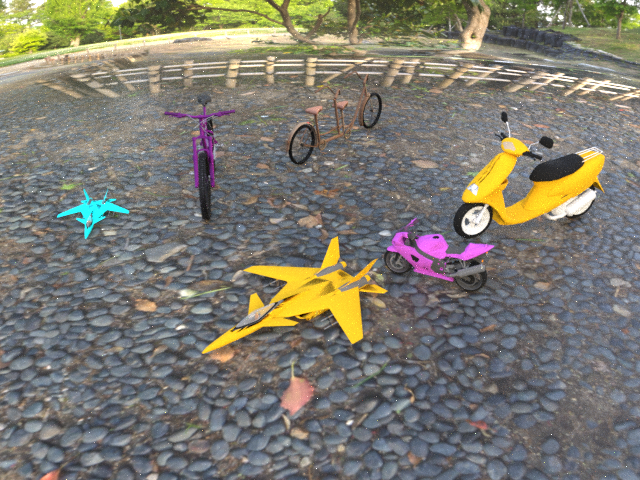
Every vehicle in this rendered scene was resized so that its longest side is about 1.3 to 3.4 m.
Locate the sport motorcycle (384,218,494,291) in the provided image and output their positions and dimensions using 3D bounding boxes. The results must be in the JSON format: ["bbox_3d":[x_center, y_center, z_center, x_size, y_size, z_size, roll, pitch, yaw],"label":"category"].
[{"bbox_3d":[1.619,0.233,9.730,1.520,0.821,0.506,13,33,21],"label":"sport motorcycle"}]

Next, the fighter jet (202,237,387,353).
[{"bbox_3d":[-0.433,0.766,9.076,2.640,0.557,2.229,-24,38,-35],"label":"fighter jet"}]

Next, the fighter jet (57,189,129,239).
[{"bbox_3d":[-3.723,-0.435,11.413,1.147,0.286,1.358,-4,30,-6],"label":"fighter jet"}]

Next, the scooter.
[{"bbox_3d":[3.336,-0.991,10.876,2.721,1.786,1.288,-10,32,-17],"label":"scooter"}]

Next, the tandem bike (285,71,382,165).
[{"bbox_3d":[0.349,-2.501,13.933,0.550,1.326,3.192,21,36,32],"label":"tandem bike"}]

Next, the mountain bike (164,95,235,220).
[{"bbox_3d":[-1.956,-1.571,11.973,1.114,1.688,2.857,-3,30,-5],"label":"mountain bike"}]
